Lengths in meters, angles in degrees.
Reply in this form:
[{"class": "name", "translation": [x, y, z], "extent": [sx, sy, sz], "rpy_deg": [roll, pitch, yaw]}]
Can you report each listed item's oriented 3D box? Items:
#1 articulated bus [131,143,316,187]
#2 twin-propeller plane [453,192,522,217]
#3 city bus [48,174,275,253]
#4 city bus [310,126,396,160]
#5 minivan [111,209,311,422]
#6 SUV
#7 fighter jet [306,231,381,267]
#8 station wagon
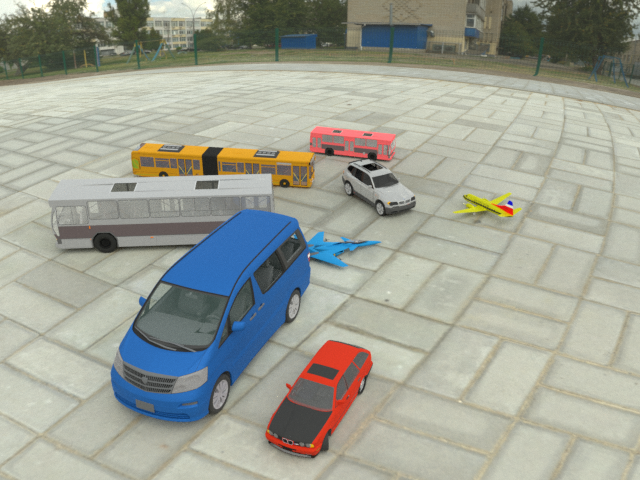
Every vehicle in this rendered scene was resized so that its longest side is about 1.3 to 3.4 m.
[{"class": "articulated bus", "translation": [-1.761, -1.380, 12.858], "extent": [3.401, 0.561, 0.605], "rpy_deg": [4, 28, 8]}, {"class": "twin-propeller plane", "translation": [2.766, -0.613, 11.550], "extent": [1.370, 0.407, 1.095], "rpy_deg": [-18, 33, -31]}, {"class": "city bus", "translation": [-2.313, -0.408, 10.630], "extent": [3.255, 0.894, 0.926], "rpy_deg": [-2, 28, -4]}, {"class": "city bus", "translation": [0.650, -1.916, 13.998], "extent": [1.674, 0.460, 0.476], "rpy_deg": [8, 29, 16]}, {"class": "minivan", "translation": [-1.164, 0.746, 8.085], "extent": [1.324, 1.197, 3.011], "rpy_deg": [11, 29, 20]}, {"class": "SUV", "translation": [0.991, -0.934, 11.981], "extent": [0.656, 0.580, 1.572], "rpy_deg": [-15, 31, -27]}, {"class": "fighter jet", "translation": [0.291, 0.047, 10.413], "extent": [1.358, 0.286, 1.147], "rpy_deg": [-8, 29, -16]}, {"class": "station wagon", "translation": [0.016, 1.570, 7.284], "extent": [0.682, 0.473, 1.597], "rpy_deg": [12, 30, 22]}]
